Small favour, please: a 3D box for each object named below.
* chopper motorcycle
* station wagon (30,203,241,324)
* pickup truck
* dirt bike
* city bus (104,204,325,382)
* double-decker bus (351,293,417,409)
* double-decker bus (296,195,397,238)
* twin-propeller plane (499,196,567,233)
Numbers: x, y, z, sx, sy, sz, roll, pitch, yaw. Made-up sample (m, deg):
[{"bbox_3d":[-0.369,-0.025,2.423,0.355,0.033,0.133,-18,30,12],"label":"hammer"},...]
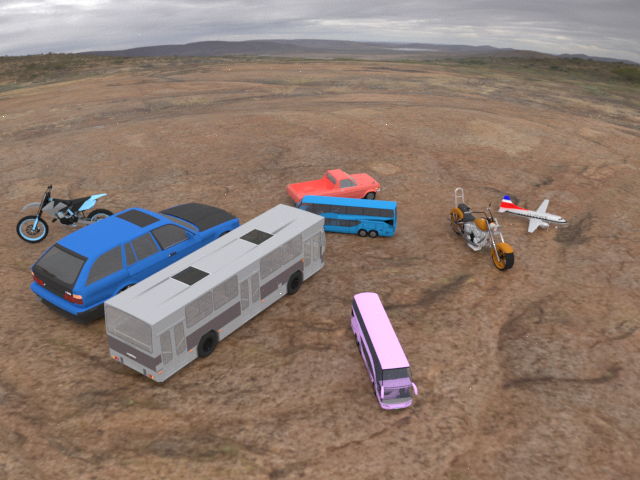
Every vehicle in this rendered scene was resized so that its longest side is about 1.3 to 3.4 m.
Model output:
[{"bbox_3d":[2.427,-0.176,10.534,0.466,0.761,1.563,-11,30,-19],"label":"chopper motorcycle"},{"bbox_3d":[-2.468,0.067,9.902,1.327,0.920,3.105,20,34,33],"label":"station wagon"},{"bbox_3d":[0.242,-0.918,12.211,1.603,0.511,0.640,-11,30,-20],"label":"pickup truck"},{"bbox_3d":[-3.942,-0.389,10.834,1.493,0.857,0.527,-7,29,-13],"label":"dirt bike"},{"bbox_3d":[-1.174,0.579,8.958,0.926,0.894,3.255,18,33,31],"label":"city bus"},{"bbox_3d":[0.691,1.256,8.052,0.389,0.541,1.672,-5,28,-9],"label":"double-decker bus"},{"bbox_3d":[0.389,-0.385,11.167,1.672,0.541,0.389,5,28,9],"label":"double-decker bus"},{"bbox_3d":[3.485,-0.451,11.435,1.095,0.407,1.370,13,31,24],"label":"twin-propeller plane"}]
